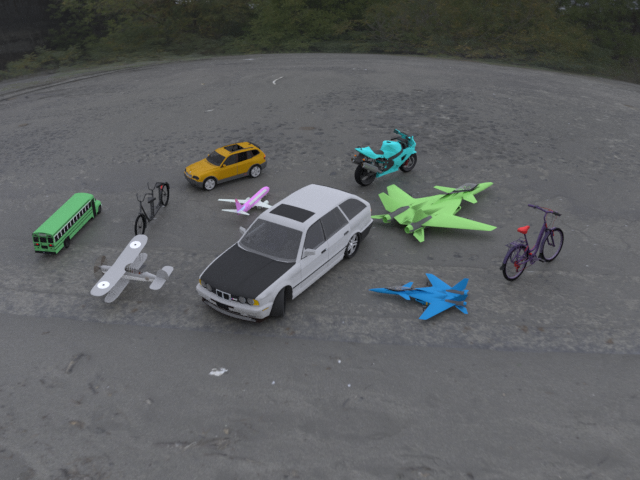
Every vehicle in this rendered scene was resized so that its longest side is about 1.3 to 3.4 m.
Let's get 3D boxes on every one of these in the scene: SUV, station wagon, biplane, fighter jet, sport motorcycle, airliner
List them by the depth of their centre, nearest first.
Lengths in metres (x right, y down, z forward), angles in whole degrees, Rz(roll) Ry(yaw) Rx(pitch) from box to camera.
[{"bbox_3d":[1.332,0.678,9.486,1.358,0.286,1.147,6,29,10],"label":"fighter jet"},{"bbox_3d":[-2.580,0.476,9.628,1.090,0.504,1.336,8,30,14],"label":"biplane"},{"bbox_3d":[-0.428,0.037,9.994,1.327,0.920,3.105,17,33,28],"label":"station wagon"},{"bbox_3d":[2.146,-0.755,11.808,2.640,0.557,2.229,-23,37,-36],"label":"fighter jet"},{"bbox_3d":[-1.149,-0.744,11.919,1.161,0.429,1.307,10,31,18],"label":"airliner"},{"bbox_3d":[1.229,-1.510,12.905,1.520,0.821,0.506,-20,34,-31],"label":"sport motorcycle"},{"bbox_3d":[-1.746,-1.408,12.970,1.572,0.580,0.656,-20,34,-31],"label":"SUV"}]

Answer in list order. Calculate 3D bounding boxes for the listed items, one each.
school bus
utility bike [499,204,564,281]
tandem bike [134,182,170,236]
[{"bbox_3d":[-3.977,-0.317,11.140,0.365,0.434,1.708,4,29,7],"label":"school bus"},{"bbox_3d":[3.033,0.007,10.021,1.435,0.946,0.535,-20,35,-32],"label":"utility bike"},{"bbox_3d":[-2.736,-0.618,11.430,0.283,0.682,1.642,4,29,6],"label":"tandem bike"}]
